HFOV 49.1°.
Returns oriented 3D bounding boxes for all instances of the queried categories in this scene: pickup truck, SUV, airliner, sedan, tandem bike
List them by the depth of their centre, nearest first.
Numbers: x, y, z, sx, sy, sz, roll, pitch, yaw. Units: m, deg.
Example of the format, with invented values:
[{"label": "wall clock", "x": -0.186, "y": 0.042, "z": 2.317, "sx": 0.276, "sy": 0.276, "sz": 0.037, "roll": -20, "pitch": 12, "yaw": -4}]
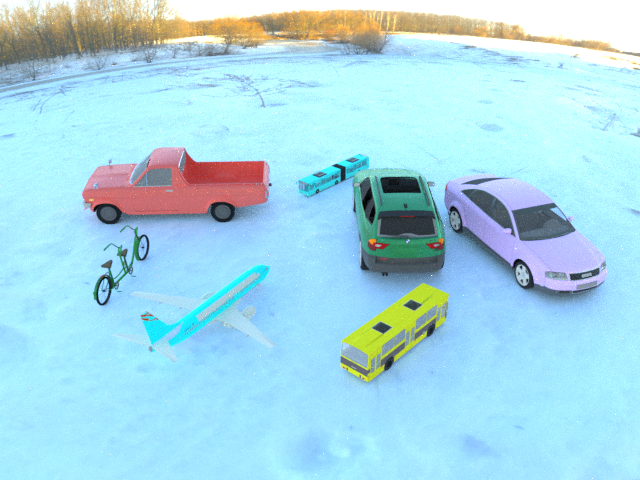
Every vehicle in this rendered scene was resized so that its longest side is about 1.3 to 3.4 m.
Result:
[{"label": "airliner", "x": -1.375, "y": 0.703, "z": 8.927, "sx": 2.257, "sy": 0.835, "sz": 2.541, "roll": 16, "pitch": 33, "yaw": 27}, {"label": "tandem bike", "x": -2.782, "y": 0.285, "z": 9.844, "sx": 0.283, "sy": 0.682, "sz": 1.642, "roll": 6, "pitch": 29, "yaw": 11}, {"label": "sedan", "x": 3.019, "y": -0.255, "z": 10.559, "sx": 1.235, "sy": 0.940, "sz": 3.137, "roll": -10, "pitch": 30, "yaw": -18}, {"label": "SUV", "x": 1.173, "y": -0.516, "z": 10.838, "sx": 1.276, "sy": 1.128, "sz": 3.058, "roll": 0, "pitch": 29, "yaw": -1}, {"label": "pickup truck", "x": -2.389, "y": -0.987, "z": 11.835, "sx": 3.117, "sy": 0.993, "sz": 1.244, "roll": -1, "pitch": 29, "yaw": -2}]

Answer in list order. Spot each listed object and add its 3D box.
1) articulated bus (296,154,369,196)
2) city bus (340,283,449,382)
[{"label": "articulated bus", "x": 0.272, "y": -1.218, "z": 12.985, "sx": 0.311, "sy": 0.289, "sz": 1.749, "roll": 24, "pitch": 37, "yaw": 36}, {"label": "city bus", "x": 0.943, "y": 1.117, "z": 8.563, "sx": 0.476, "sy": 0.460, "sz": 1.674, "roll": 23, "pitch": 36, "yaw": 36}]
